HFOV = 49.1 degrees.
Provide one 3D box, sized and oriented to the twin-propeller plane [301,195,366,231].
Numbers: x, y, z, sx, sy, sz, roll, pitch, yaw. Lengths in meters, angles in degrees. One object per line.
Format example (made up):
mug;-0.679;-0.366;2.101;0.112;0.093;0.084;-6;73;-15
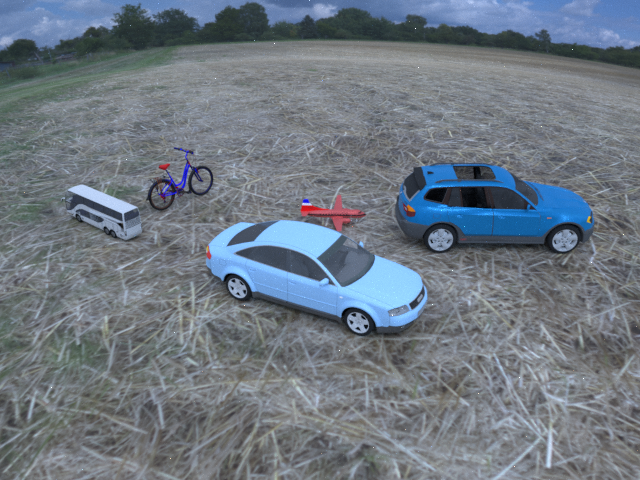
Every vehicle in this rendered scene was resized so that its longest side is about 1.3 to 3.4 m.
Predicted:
twin-propeller plane;0.223;-0.490;11.615;1.095;0.407;1.370;1;28;1

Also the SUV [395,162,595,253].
SUV;2.722;-0.561;10.982;3.058;1.128;1.276;0;28;1

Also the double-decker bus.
double-decker bus;-3.576;-0.473;11.441;1.672;0.541;0.389;20;34;33

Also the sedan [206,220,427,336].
sedan;-0.078;0.365;9.452;3.137;0.940;1.235;14;31;24

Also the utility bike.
utility bike;-2.476;-1.103;12.190;0.535;0.946;1.435;24;36;37
